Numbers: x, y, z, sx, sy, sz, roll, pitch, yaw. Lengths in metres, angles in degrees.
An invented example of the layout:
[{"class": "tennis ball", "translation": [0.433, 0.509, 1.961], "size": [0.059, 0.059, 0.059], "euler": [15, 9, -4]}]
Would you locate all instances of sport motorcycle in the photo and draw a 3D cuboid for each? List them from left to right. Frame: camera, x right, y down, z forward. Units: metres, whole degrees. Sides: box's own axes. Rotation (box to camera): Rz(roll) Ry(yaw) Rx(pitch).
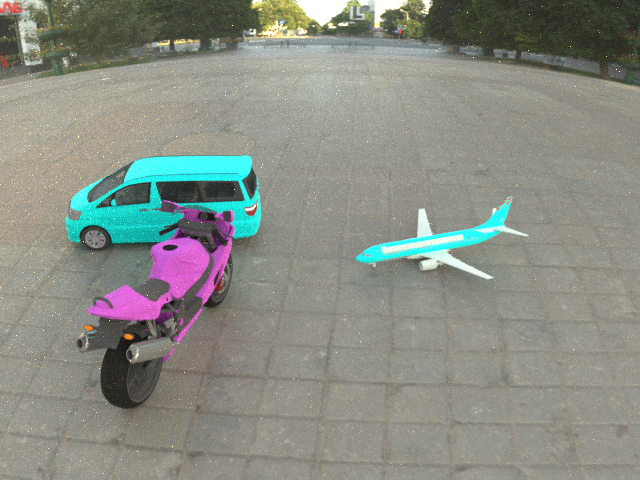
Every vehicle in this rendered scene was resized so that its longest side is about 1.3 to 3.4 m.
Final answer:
[{"class": "sport motorcycle", "translation": [-1.733, 0.630, 8.247], "size": [0.983, 1.596, 2.955], "euler": [9, 30, 16]}]

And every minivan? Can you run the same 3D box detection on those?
[{"class": "minivan", "translation": [-2.452, -0.631, 10.956], "size": [3.011, 1.197, 1.324], "euler": [-1, 29, -1]}]

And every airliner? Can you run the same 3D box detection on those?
[{"class": "airliner", "translation": [1.731, -0.111, 10.386], "size": [2.541, 0.835, 2.257], "euler": [-9, 30, -15]}]
